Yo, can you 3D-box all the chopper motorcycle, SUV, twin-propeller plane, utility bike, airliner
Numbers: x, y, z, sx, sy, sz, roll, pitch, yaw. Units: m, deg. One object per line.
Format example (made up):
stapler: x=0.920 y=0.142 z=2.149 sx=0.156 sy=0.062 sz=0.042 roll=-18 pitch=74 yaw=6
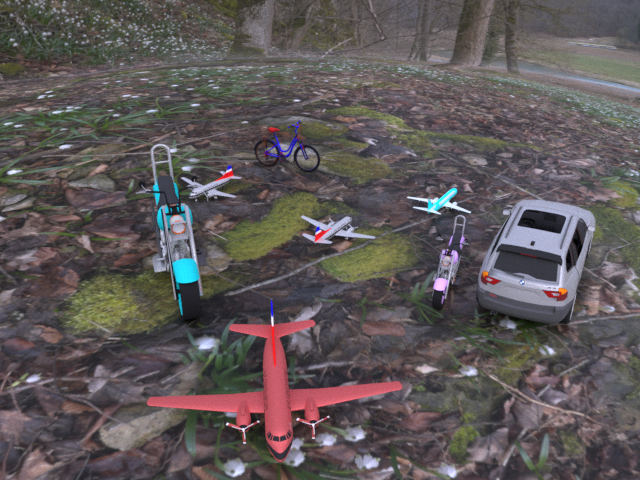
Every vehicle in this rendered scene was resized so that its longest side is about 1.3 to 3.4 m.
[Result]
chopper motorcycle: x=1.791 y=0.288 z=9.699 sx=0.466 sy=0.761 sz=1.563 roll=10 pitch=30 yaw=18
SUV: x=3.077 y=0.064 z=9.728 sx=1.276 sy=1.128 sz=3.058 roll=13 pitch=31 yaw=22
twin-propeller plane: x=-0.472 y=1.464 z=7.465 sx=2.663 sy=0.792 sz=2.129 roll=-3 pitch=28 yaw=-5
twin-propeller plane: x=-1.932 y=-1.004 z=12.493 sx=1.370 sy=0.407 sz=1.095 roll=21 pitch=34 yaw=33
utility bike: x=-0.642 y=-1.837 z=13.481 sx=1.435 sy=0.946 sz=0.535 roll=10 pitch=30 yaw=19
airliner: x=2.094 y=-0.743 z=11.979 sx=1.161 sy=0.429 sz=1.307 roll=16 pitch=32 yaw=28
twin-propeller plane: x=0.218 y=-0.199 z=10.986 sx=1.370 sy=0.407 sz=1.095 roll=17 pitch=33 yaw=29
chopper motorcycle: x=-2.049 y=-0.194 z=9.838 sx=0.906 sy=1.480 sz=3.040 roll=-8 pitch=29 yaw=-15
